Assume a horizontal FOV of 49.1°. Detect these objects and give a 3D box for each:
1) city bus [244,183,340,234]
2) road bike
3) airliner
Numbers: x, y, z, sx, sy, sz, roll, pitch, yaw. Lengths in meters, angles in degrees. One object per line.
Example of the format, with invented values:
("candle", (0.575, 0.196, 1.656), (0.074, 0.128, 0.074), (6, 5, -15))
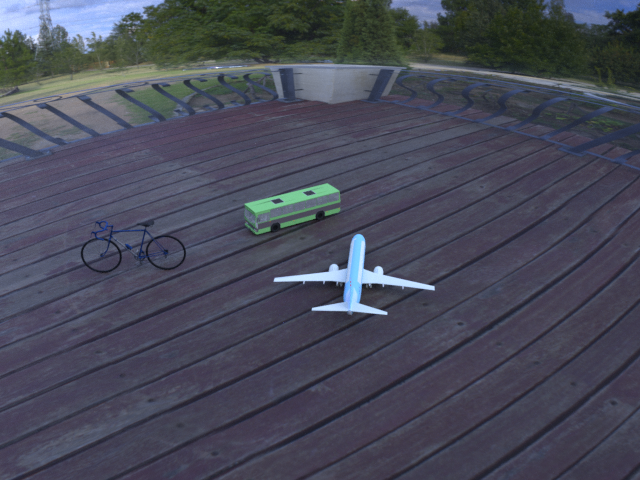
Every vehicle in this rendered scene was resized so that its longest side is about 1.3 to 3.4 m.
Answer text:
("city bus", (-0.459, -0.526, 12.009), (1.674, 0.460, 0.476), (-16, 32, -28))
("road bike", (-2.787, 0.097, 10.419), (1.545, 0.852, 0.358), (-2, 28, -5))
("airliner", (0.501, 0.322, 10.014), (2.257, 0.835, 2.541), (3, 28, 5))
